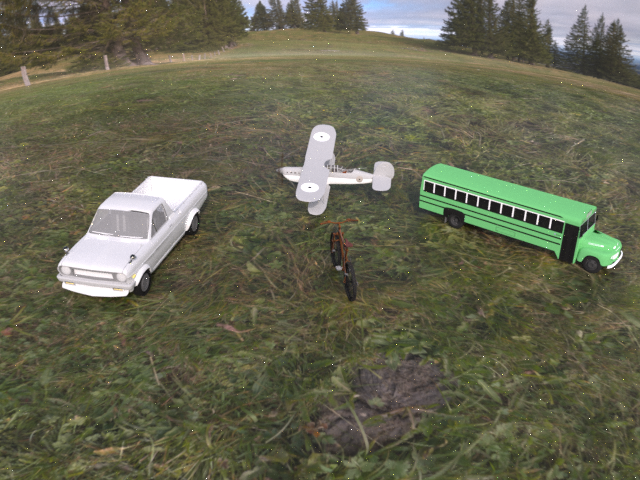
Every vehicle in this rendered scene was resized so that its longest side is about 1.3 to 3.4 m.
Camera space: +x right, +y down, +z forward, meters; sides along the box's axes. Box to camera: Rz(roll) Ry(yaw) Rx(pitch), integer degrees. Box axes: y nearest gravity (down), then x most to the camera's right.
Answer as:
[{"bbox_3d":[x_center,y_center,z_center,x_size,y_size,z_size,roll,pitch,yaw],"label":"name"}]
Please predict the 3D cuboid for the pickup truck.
[{"bbox_3d":[-2.791,-0.235,10.836,1.244,0.993,3.117,6,29,11],"label":"pickup truck"}]

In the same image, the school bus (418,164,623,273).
[{"bbox_3d":[3.191,-0.407,11.305,3.322,0.844,0.709,21,35,33],"label":"school bus"}]

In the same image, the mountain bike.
[{"bbox_3d":[0.332,0.230,10.120,0.573,0.868,1.469,-6,29,-10],"label":"mountain bike"}]

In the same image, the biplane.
[{"bbox_3d":[0.258,-1.150,12.515,2.120,0.981,2.598,3,29,6],"label":"biplane"}]
